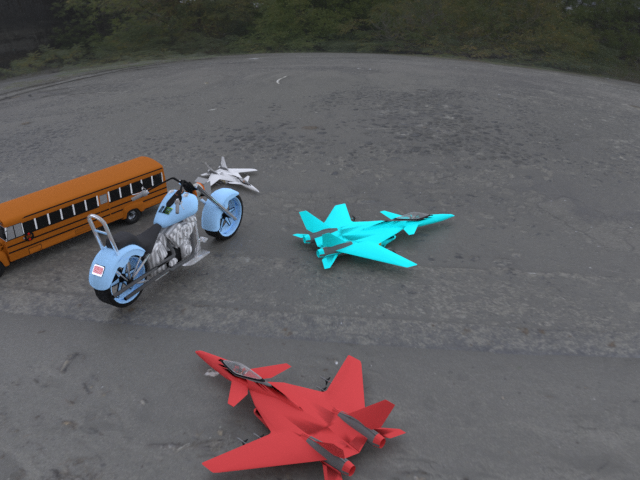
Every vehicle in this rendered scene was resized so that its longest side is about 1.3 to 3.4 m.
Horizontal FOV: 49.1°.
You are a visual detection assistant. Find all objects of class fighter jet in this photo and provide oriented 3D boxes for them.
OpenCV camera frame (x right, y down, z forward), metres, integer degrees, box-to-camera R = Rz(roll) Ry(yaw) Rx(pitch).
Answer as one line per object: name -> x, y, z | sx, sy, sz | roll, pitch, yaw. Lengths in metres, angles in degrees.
fighter jet -> -0.485, 1.587, 7.446 | 2.640, 0.557, 2.229 | 23, 36, 36
fighter jet -> -1.541, -1.157, 12.720 | 1.147, 0.286, 1.358 | -25, 37, -37
fighter jet -> 1.005, -0.274, 10.833 | 2.640, 0.557, 2.229 | -13, 31, -23

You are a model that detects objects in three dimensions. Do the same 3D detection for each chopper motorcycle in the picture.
chopper motorcycle -> -2.044, -0.226, 9.788 | 0.906, 1.480, 3.040 | 15, 32, 25

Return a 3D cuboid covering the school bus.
school bus -> -3.892, -0.410, 10.783 | 0.709, 0.844, 3.322 | 23, 36, 36
